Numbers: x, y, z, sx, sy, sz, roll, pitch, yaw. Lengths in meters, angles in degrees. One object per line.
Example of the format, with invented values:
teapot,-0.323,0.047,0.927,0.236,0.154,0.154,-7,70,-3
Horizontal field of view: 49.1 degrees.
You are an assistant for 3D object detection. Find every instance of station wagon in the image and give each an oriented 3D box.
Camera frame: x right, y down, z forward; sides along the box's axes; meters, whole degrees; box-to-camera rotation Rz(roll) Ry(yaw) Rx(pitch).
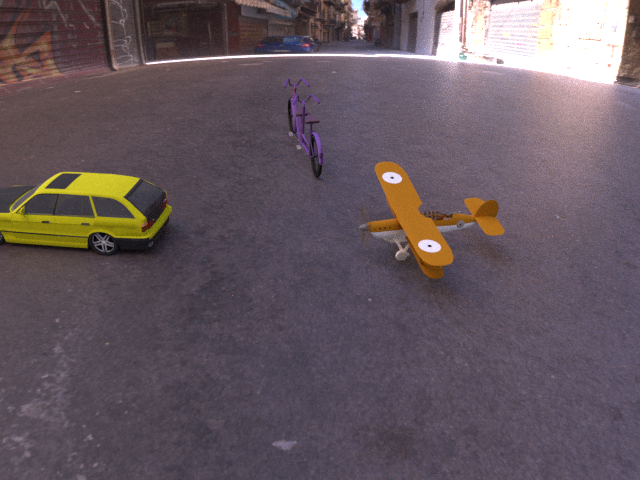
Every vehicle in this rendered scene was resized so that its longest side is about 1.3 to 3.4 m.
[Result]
station wagon,-3.920,-0.501,10.743,3.105,0.920,1.327,4,29,7

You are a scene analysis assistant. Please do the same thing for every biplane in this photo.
biplane,1.604,-0.229,10.175,2.120,0.981,2.598,-6,29,-11

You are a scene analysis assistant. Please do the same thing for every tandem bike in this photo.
tandem bike,-0.326,-2.302,13.650,0.550,1.326,3.192,-6,29,-11
